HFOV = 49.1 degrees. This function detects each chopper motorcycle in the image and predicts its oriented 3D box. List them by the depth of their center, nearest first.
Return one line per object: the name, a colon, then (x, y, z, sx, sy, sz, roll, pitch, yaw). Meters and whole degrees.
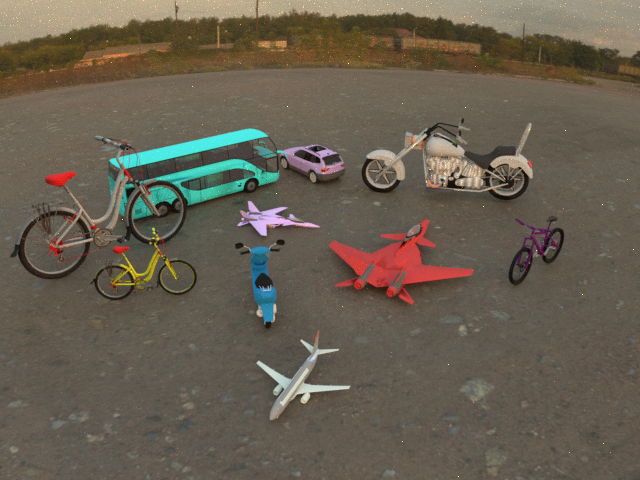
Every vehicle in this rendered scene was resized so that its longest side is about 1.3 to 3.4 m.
chopper motorcycle: (2.274, -1.476, 12.581, 3.040, 1.480, 0.906, 6, 27, 12)

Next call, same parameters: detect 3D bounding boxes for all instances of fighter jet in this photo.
fighter jet: (1.266, 0.052, 10.587, 2.229, 0.557, 2.640, 12, 29, 22)
fighter jet: (-0.655, -0.374, 11.726, 1.358, 0.286, 1.147, 7, 28, 14)

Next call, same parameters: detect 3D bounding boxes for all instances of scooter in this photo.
scooter: (-0.765, 0.499, 9.306, 0.662, 0.919, 1.399, -5, 27, -9)

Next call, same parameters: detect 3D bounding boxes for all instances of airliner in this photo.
airliner: (-0.260, 1.513, 7.847, 1.161, 0.429, 1.307, 11, 29, 21)

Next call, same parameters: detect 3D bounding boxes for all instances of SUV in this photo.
SUV: (-0.167, -1.591, 13.802, 0.656, 0.580, 1.572, -19, 33, -33)

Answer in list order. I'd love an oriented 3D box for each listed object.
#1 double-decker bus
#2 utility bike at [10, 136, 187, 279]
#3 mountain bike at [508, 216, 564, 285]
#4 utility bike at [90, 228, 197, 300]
double-decker bus: (-2.137, -1.233, 12.576, 3.251, 1.052, 0.756, -19, 32, -33)
utility bike: (-3.286, -0.556, 10.370, 2.791, 1.839, 1.039, -21, 34, -36)
mountain bike: (3.180, 0.088, 10.173, 1.469, 0.868, 0.573, -24, 35, -39)
utility bike: (-2.428, 0.342, 9.586, 1.435, 0.946, 0.535, -4, 27, -8)
